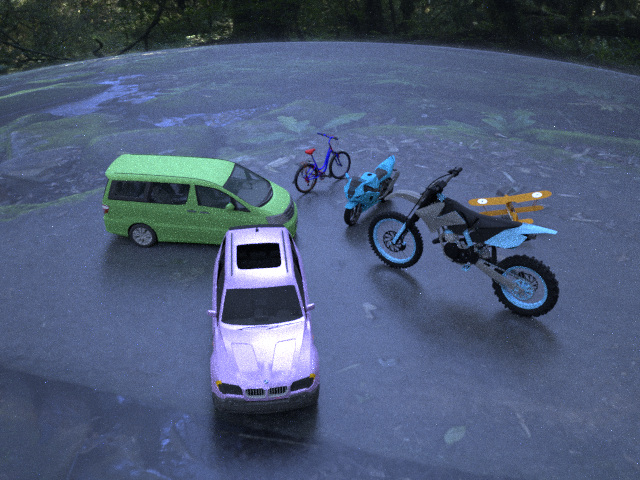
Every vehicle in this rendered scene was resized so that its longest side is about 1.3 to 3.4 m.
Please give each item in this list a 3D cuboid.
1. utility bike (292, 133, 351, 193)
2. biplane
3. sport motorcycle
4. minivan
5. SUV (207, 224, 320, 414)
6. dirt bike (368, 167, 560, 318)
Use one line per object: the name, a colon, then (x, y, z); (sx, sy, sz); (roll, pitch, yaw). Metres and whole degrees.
utility bike: (0.009, -1.433, 12.708); (1.435, 0.946, 0.535); (-25, 39, -35)
biplane: (3.141, -0.490, 11.551); (1.336, 0.504, 1.090); (1, 31, 2)
sport motorcycle: (0.847, -0.841, 11.833); (0.506, 0.821, 1.520); (19, 36, 29)
minivan: (-1.865, -0.623, 11.097); (3.011, 1.197, 1.324); (3, 31, 6)
SUV: (-0.731, 0.836, 8.704); (1.276, 1.128, 3.058); (-3, 31, -5)
dirt bike: (1.903, -0.006, 9.597); (2.903, 1.666, 1.024); (20, 36, 30)
